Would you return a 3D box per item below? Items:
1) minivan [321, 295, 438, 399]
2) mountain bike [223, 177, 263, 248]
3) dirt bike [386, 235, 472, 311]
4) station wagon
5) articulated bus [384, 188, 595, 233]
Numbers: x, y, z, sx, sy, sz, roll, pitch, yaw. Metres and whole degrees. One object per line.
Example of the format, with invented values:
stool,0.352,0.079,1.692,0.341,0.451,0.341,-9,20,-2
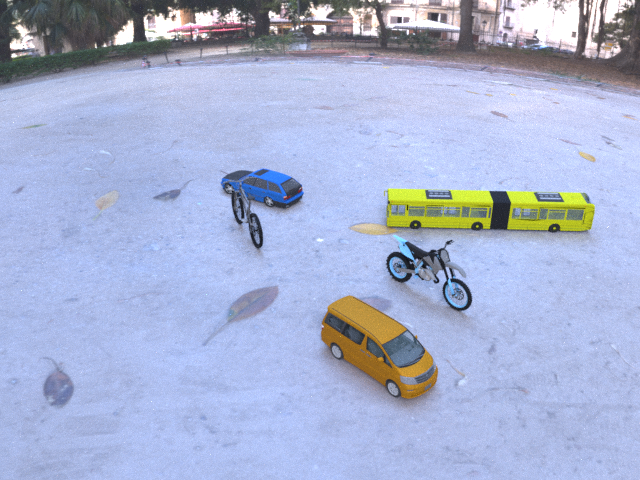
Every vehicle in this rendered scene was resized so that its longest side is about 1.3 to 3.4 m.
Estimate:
minivan,0.706,1.259,8.391,0.681,0.616,1.548,-24,36,-36
mountain bike,-1.195,-0.484,11.327,0.573,0.868,1.469,-12,31,-21
dirt bike,1.509,0.395,9.723,0.527,0.857,1.493,-25,37,-37
station wagon,-1.080,-1.026,12.734,1.597,0.473,0.682,18,34,30
articulated bus,2.775,-0.506,11.687,3.401,0.561,0.605,1,29,3
